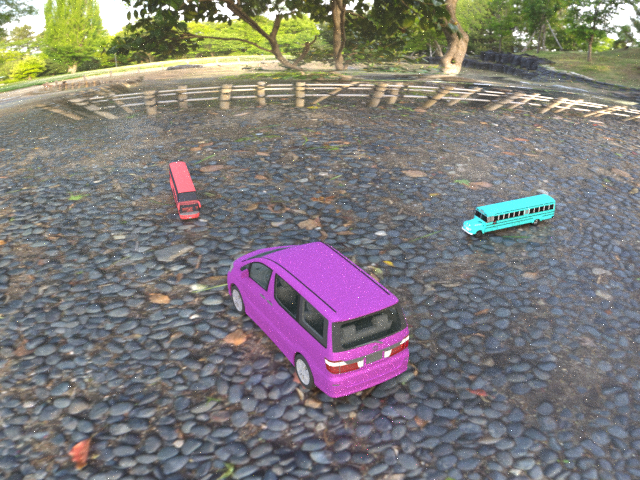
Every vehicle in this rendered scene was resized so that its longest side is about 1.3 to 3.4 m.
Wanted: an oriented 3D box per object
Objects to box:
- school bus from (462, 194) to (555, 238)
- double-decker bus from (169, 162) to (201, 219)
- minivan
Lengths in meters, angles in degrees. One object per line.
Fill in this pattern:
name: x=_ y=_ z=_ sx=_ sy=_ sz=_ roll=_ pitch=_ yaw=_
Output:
school bus: x=3.217 y=-0.418 z=11.946 sx=1.708 sy=0.434 sz=0.365 roll=-11 pitch=29 yaw=-21
double-decker bus: x=-2.491 y=-0.902 z=12.775 sx=0.389 sy=0.541 sz=1.672 roll=-8 pitch=28 yaw=-15
minivan: x=-0.151 y=0.730 z=8.862 sx=1.324 sy=1.197 sz=3.011 roll=-15 pitch=31 yaw=-27
